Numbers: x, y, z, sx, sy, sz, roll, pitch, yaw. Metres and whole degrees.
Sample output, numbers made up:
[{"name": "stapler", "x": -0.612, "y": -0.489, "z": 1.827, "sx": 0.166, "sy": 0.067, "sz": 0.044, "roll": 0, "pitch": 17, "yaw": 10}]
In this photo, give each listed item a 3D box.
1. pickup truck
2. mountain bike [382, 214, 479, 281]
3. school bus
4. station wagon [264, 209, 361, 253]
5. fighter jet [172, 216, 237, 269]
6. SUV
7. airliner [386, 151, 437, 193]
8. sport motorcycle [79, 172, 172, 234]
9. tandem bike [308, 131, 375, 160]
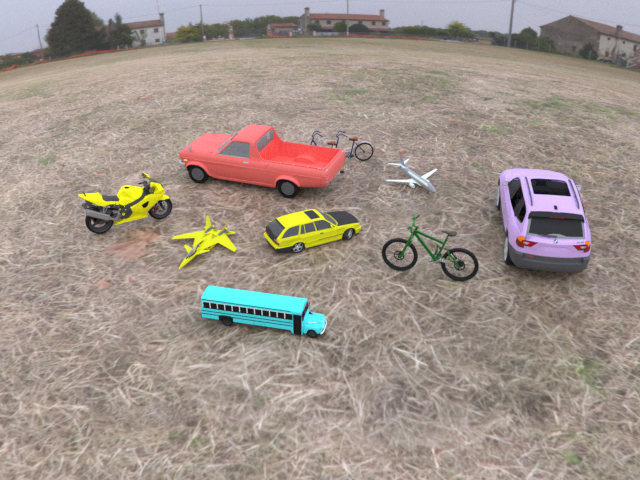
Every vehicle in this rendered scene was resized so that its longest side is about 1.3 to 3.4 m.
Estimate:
[{"name": "pickup truck", "x": -1.118, "y": -1.599, "z": 13.363, "sx": 3.117, "sy": 0.993, "sz": 1.244, "roll": 10, "pitch": 32, "yaw": 17}, {"name": "mountain bike", "x": 1.645, "y": 0.159, "z": 10.453, "sx": 1.469, "sy": 0.868, "sz": 0.573, "roll": 9, "pitch": 31, "yaw": 16}, {"name": "school bus", "x": -0.757, "y": 0.964, "z": 9.497, "sx": 1.708, "sy": 0.434, "sz": 0.365, "roll": 7, "pitch": 31, "yaw": 11}, {"name": "station wagon", "x": -0.103, "y": -0.223, "z": 11.505, "sx": 1.597, "sy": 0.473, "sz": 0.682, "roll": -14, "pitch": 33, "yaw": -23}, {"name": "fighter jet", "x": -1.918, "y": 0.050, "z": 11.222, "sx": 1.147, "sy": 0.286, "sz": 1.358, "roll": 11, "pitch": 32, "yaw": 18}, {"name": "SUV", "x": 3.614, "y": -0.535, "z": 11.392, "sx": 1.276, "sy": 1.128, "sz": 3.058, "roll": 4, "pitch": 30, "yaw": 8}, {"name": "airliner", "x": 1.841, "y": -1.281, "z": 13.376, "sx": 1.161, "sy": 0.429, "sz": 1.307, "roll": -14, "pitch": 33, "yaw": -23}, {"name": "sport motorcycle", "x": -3.249, "y": -0.602, "z": 11.814, "sx": 1.520, "sy": 0.821, "sz": 0.506, "roll": -15, "pitch": 34, "yaw": -25}, {"name": "tandem bike", "x": 0.320, "y": -1.887, "z": 14.170, "sx": 1.642, "sy": 0.682, "sz": 0.283, "roll": -4, "pitch": 30, "yaw": -6}]
